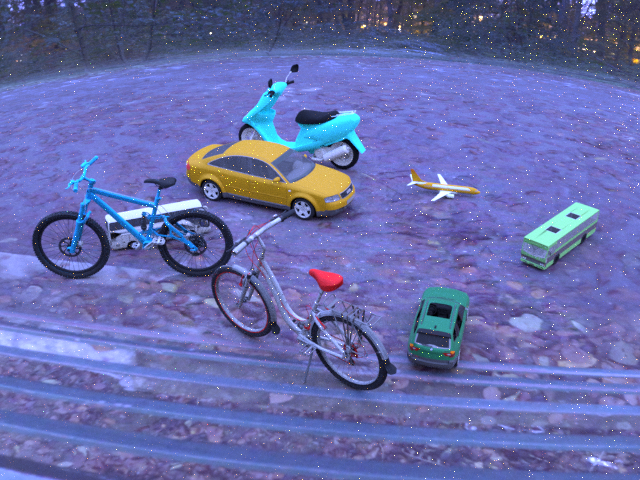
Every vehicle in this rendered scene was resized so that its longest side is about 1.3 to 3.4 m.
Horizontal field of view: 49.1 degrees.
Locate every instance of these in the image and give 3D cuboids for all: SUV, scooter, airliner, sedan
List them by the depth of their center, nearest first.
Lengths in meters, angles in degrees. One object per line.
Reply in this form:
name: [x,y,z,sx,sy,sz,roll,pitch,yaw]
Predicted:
SUV: [1.524,1.015,8.875,0.656,0.580,1.572,8,31,15]
sedan: [-0.892,-1.181,12.399,3.137,0.940,1.235,13,32,21]
airliner: [2.250,-1.031,12.651,1.307,0.429,1.161,7,30,12]
scooter: [-0.407,-2.360,13.625,2.721,1.786,1.288,12,31,20]

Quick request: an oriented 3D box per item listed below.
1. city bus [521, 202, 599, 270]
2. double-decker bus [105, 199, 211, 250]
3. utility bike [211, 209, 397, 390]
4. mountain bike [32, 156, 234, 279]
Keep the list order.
city bus: [3.750,-0.065,10.911,0.476,0.460,1.674,26,38,38]
double-decker bus: [-2.547,-0.259,11.172,1.672,0.541,0.389,-12,32,-20]
utility bike: [-0.349,0.737,8.088,2.791,1.839,1.039,21,35,32]
mountain bike: [-2.672,-0.199,9.899,2.857,1.688,1.114,-1,29,-1]
